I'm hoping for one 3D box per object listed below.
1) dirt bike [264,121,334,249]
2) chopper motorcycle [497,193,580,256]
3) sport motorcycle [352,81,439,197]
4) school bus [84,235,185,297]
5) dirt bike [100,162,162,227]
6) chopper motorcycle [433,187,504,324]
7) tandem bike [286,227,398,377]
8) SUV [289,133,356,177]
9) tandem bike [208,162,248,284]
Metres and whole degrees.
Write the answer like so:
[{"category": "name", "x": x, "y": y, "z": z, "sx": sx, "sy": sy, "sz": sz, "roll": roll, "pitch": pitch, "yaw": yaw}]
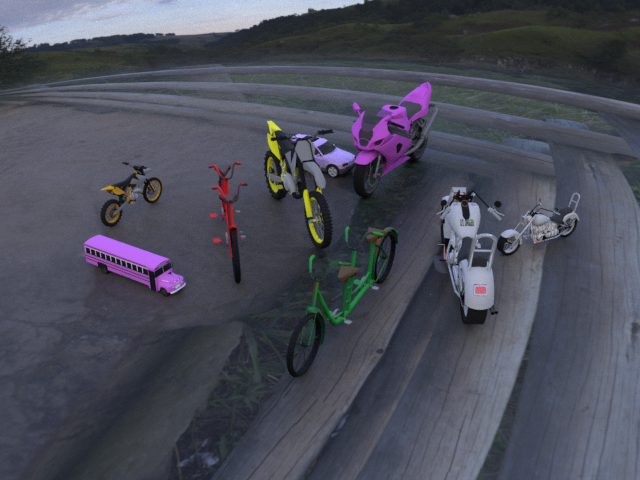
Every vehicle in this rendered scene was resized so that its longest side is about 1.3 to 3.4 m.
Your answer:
[{"category": "dirt bike", "x": -0.397, "y": -1.072, "z": 11.516, "sx": 1.024, "sy": 1.666, "sz": 2.903, "roll": -11, "pitch": 30, "yaw": -20}, {"category": "chopper motorcycle", "x": 3.440, "y": -0.252, "z": 10.946, "sx": 1.563, "sy": 0.761, "sz": 0.466, "roll": -14, "pitch": 31, "yaw": -24}, {"category": "sport motorcycle", "x": 1.397, "y": -1.945, "z": 13.217, "sx": 0.983, "sy": 1.596, "sz": 2.955, "roll": 16, "pitch": 32, "yaw": 27}, {"category": "school bus", "x": -2.691, "y": 0.359, "z": 10.154, "sx": 1.708, "sy": 0.434, "sz": 0.365, "roll": 16, "pitch": 32, "yaw": 28}, {"category": "dirt bike", "x": -3.221, "y": -0.837, "z": 11.934, "sx": 0.527, "sy": 0.857, "sz": 1.493, "roll": 15, "pitch": 32, "yaw": 25}, {"category": "chopper motorcycle", "x": 2.027, "y": -0.065, "z": 9.839, "sx": 0.906, "sy": 1.480, "sz": 3.040, "roll": 1, "pitch": 28, "yaw": 2}, {"category": "tandem bike", "x": 0.386, "y": 0.485, "z": 8.978, "sx": 0.550, "sy": 1.326, "sz": 3.192, "roll": 14, "pitch": 31, "yaw": 24}, {"category": "SUV", "x": -0.039, "y": -1.706, "z": 13.846, "sx": 1.572, "sy": 0.580, "sz": 0.656, "roll": 16, "pitch": 32, "yaw": 27}, {"category": "tandem bike", "x": -1.436, "y": -0.556, "z": 10.917, "sx": 0.550, "sy": 1.326, "sz": 3.192, "roll": -5, "pitch": 29, "yaw": -10}]
